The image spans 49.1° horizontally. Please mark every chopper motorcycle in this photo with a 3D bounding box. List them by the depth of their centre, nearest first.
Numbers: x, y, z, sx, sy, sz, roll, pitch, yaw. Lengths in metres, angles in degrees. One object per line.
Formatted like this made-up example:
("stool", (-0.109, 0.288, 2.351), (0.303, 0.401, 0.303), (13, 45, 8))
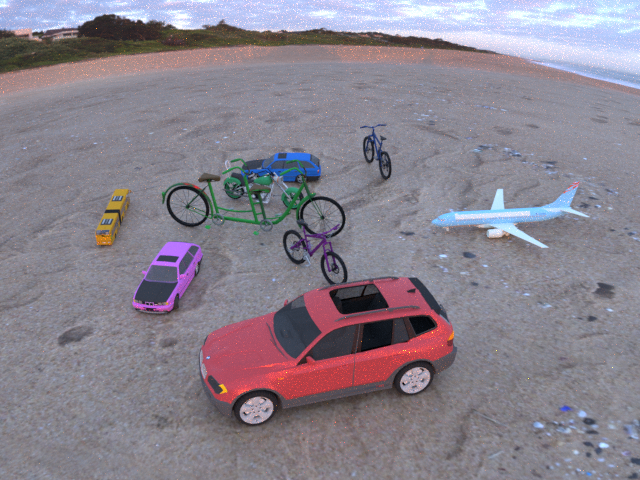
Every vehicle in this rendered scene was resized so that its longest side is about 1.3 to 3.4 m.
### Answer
("chopper motorcycle", (-1.051, -1.007, 12.795), (1.563, 0.761, 0.466), (9, 30, 16))

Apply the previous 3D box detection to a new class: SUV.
("SUV", (0.096, 1.196, 8.301), (3.058, 1.128, 1.276), (-8, 29, -14))

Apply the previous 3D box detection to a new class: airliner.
("airliner", (3.161, -0.562, 11.888), (2.541, 0.835, 2.257), (-3, 28, -5))

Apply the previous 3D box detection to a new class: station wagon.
("station wagon", (-2.231, 0.493, 10.303), (0.682, 0.473, 1.597), (4, 28, 8))
("station wagon", (-0.779, -1.462, 13.948), (1.597, 0.473, 0.682), (0, 28, 1))

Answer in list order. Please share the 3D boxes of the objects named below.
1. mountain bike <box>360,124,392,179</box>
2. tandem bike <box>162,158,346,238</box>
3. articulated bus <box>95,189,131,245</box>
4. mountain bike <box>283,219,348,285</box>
("mountain bike", (1.158, -1.824, 14.206), (0.573, 0.868, 1.469), (-8, 29, -15))
("tandem bike", (-1.144, -0.717, 11.657), (3.192, 1.326, 0.550), (5, 29, 10))
("articulated bus", (-3.593, -0.427, 12.213), (0.311, 0.289, 1.749), (-2, 28, -3))
("mountain bike", (-0.096, 0.138, 10.548), (0.573, 0.868, 1.469), (-22, 35, -35))
